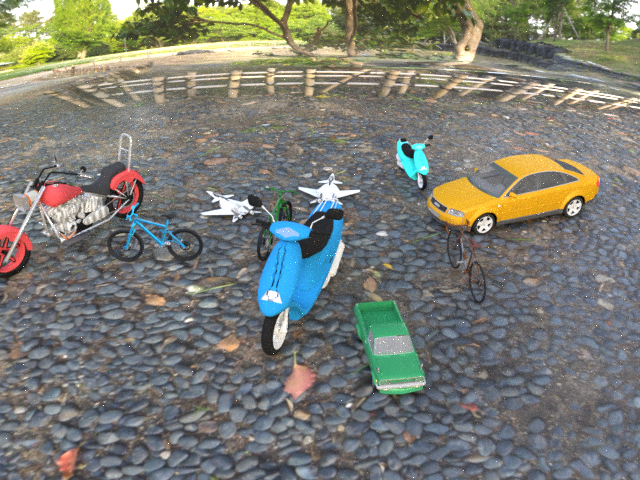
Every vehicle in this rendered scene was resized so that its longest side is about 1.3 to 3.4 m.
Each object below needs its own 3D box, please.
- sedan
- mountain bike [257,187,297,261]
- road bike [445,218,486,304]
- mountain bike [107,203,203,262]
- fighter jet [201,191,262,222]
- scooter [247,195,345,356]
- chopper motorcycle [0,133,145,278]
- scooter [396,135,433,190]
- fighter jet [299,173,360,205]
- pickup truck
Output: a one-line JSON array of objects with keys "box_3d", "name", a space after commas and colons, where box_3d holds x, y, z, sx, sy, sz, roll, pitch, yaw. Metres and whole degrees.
[{"box_3d": [3.368, -0.902, 12.153, 3.137, 0.940, 1.235, -11, 31, -18], "name": "sedan"}, {"box_3d": [-0.709, -0.299, 11.143, 0.573, 0.868, 1.469, 9, 30, 15], "name": "mountain bike"}, {"box_3d": [2.123, 0.256, 10.163, 0.358, 0.852, 1.545, -5, 29, -9], "name": "road bike"}, {"box_3d": [-2.535, -0.058, 10.710, 1.469, 0.868, 0.573, -1, 29, -1], "name": "mountain bike"}, {"box_3d": [-1.677, -0.729, 12.514, 1.147, 0.286, 1.358, -22, 36, -34], "name": "fighter jet"}, {"box_3d": [-0.216, 0.163, 9.369, 1.288, 1.786, 2.721, 10, 31, 17], "name": "scooter"}, {"box_3d": [-4.029, -0.593, 11.042, 0.906, 1.480, 3.040, 20, 35, 31], "name": "chopper motorcycle"}, {"box_3d": [1.773, -1.604, 13.437, 0.662, 0.919, 1.399, -8, 30, -14], "name": "scooter"}, {"box_3d": [0.183, -1.055, 13.100, 1.147, 0.286, 1.358, 3, 29, 5], "name": "fighter jet"}, {"box_3d": [0.839, 1.256, 8.717, 0.640, 0.511, 1.603, -4, 29, -7], "name": "pickup truck"}]
